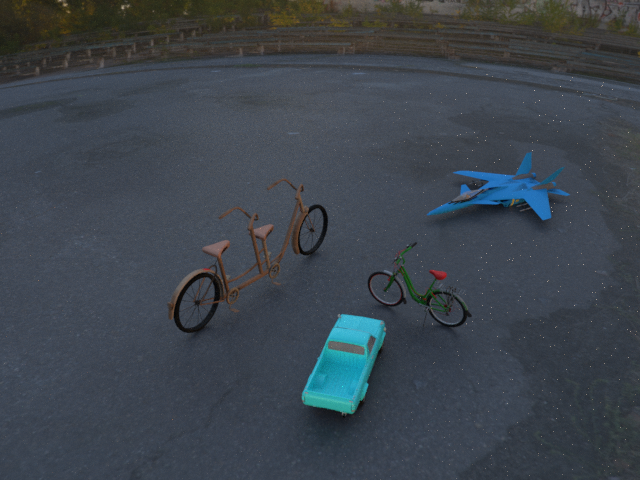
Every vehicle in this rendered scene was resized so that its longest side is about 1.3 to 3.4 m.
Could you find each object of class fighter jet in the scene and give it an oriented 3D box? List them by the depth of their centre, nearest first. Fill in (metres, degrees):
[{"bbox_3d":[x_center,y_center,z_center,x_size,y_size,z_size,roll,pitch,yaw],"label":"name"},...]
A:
[{"bbox_3d":[2.866,-0.863,11.771,2.640,0.557,2.229,-15,32,-26],"label":"fighter jet"}]

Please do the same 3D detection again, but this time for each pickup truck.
[{"bbox_3d":[0.300,1.307,7.784,0.640,0.511,1.603,8,29,14],"label":"pickup truck"}]

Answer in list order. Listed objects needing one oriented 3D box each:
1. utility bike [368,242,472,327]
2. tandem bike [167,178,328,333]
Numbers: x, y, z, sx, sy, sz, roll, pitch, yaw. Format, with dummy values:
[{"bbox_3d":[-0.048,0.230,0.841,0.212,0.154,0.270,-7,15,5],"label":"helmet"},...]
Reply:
[{"bbox_3d":[1.197,0.588,8.661,1.435,0.946,0.535,17,33,28],"label":"utility bike"},{"bbox_3d":[-0.829,0.083,9.199,0.550,1.326,3.192,19,34,31],"label":"tandem bike"}]
